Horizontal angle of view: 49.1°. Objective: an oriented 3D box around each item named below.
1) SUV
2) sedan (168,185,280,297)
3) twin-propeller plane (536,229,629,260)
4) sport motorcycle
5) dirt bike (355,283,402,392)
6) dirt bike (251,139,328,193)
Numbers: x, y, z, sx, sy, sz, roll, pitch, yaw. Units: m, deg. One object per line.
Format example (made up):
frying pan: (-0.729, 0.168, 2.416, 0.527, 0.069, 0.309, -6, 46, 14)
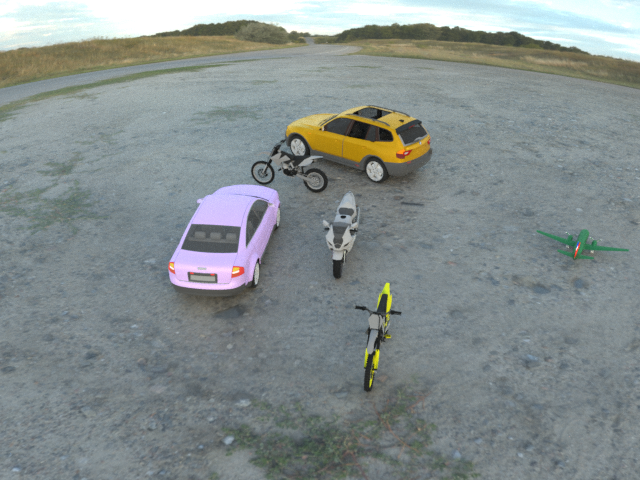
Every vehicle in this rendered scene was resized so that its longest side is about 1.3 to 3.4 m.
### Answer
SUV: (0.706, -2.042, 13.685, 3.058, 1.128, 1.276, 21, 35, 34)
sedan: (-1.349, -0.211, 10.513, 1.235, 0.940, 3.137, 3, 29, 6)
twin-propeller plane: (3.967, 0.020, 10.646, 1.370, 0.407, 1.095, 14, 31, 24)
sport motorcycle: (0.346, -0.087, 10.411, 0.506, 0.821, 1.520, 4, 29, 8)
dirt bike: (0.695, 1.074, 8.237, 0.527, 0.857, 1.493, 7, 29, 12)
dirt bike: (-0.569, -1.320, 12.641, 1.493, 0.857, 0.527, 9, 30, 17)
